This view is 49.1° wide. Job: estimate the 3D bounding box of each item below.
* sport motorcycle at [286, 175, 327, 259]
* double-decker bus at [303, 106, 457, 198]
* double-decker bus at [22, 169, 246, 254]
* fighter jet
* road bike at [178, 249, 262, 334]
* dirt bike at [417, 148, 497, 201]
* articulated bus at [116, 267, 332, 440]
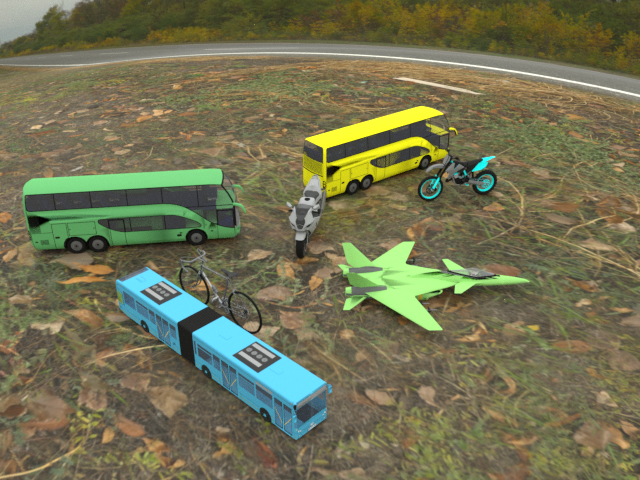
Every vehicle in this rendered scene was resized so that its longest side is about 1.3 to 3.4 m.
[{"bbox_3d":[-0.187,-0.372,10.797,0.506,0.821,1.520,5,30,8],"label":"sport motorcycle"},{"bbox_3d":[1.134,-1.672,12.860,3.251,1.052,0.756,-21,36,-32],"label":"double-decker bus"},{"bbox_3d":[-2.776,-0.470,10.737,3.251,1.052,0.756,-4,30,-7],"label":"double-decker bus"},{"bbox_3d":[1.598,0.451,9.612,2.640,0.557,2.229,-1,30,-2],"label":"fighter jet"},{"bbox_3d":[-1.305,0.650,8.961,1.545,0.852,0.358,22,36,34],"label":"road bike"},{"bbox_3d":[2.397,-1.113,12.071,1.493,0.857,0.527,-8,30,-13],"label":"dirt bike"},{"bbox_3d":[-1.271,1.219,8.251,3.401,0.561,0.605,25,38,37],"label":"articulated bus"}]
